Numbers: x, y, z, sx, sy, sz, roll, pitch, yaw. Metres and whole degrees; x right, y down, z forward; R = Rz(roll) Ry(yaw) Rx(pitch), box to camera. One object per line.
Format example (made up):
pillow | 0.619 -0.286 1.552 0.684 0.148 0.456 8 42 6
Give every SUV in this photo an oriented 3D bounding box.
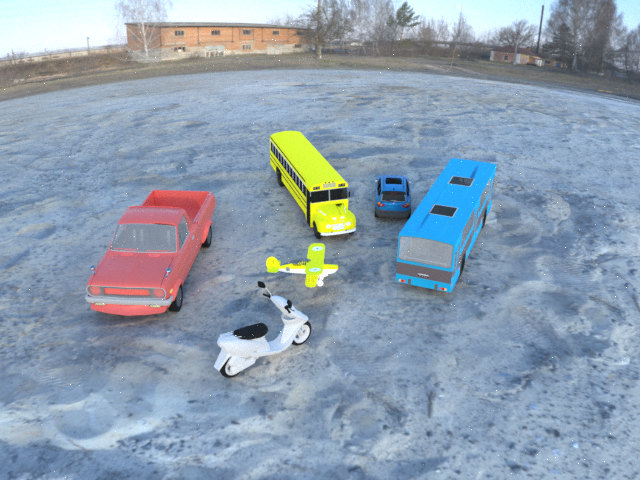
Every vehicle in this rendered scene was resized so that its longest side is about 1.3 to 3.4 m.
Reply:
SUV | 1.292 -0.862 12.406 0.656 0.580 1.572 2 27 4

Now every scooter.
scooter | -0.653 1.052 8.291 1.399 0.919 0.662 -21 34 -35

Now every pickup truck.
pickup truck | -2.383 -0.012 10.290 1.244 0.993 3.117 2 27 4

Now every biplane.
biplane | -0.224 0.387 10.046 1.090 0.504 1.336 1 27 2

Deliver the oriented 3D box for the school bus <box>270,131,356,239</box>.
school bus | -0.181 -1.050 12.483 0.709 0.844 3.322 -8 28 -16

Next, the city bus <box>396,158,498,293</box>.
city bus | 2.046 -0.297 10.956 0.926 0.894 3.255 11 29 20
